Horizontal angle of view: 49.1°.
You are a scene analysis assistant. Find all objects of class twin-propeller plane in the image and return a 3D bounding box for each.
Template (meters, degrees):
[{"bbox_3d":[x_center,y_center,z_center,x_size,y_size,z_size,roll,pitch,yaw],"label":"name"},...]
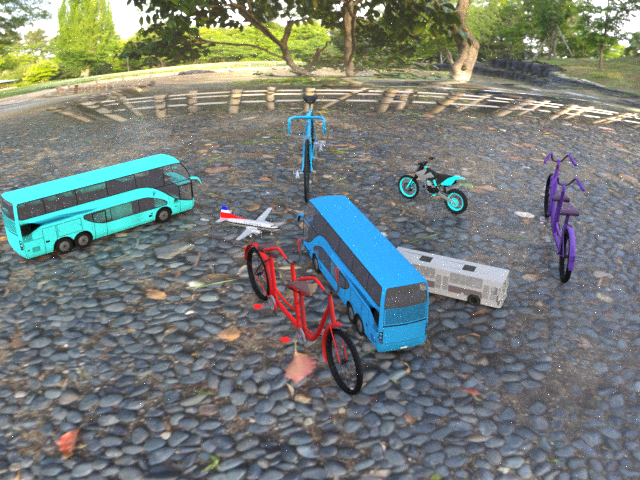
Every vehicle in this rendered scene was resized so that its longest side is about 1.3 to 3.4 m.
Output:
[{"bbox_3d":[-1.186,-0.324,11.787,1.095,0.407,1.370,9,27,17],"label":"twin-propeller plane"}]

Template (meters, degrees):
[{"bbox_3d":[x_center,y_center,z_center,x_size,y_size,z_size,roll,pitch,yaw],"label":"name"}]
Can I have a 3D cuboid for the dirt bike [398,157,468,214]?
[{"bbox_3d":[2.029,-1.008,12.672,1.493,0.857,0.527,21,33,37],"label":"dirt bike"}]

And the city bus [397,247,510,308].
[{"bbox_3d":[1.802,0.539,9.965,1.674,0.460,0.476,12,29,23],"label":"city bus"}]

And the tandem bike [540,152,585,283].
[{"bbox_3d":[3.801,-0.496,11.093,0.550,1.326,3.192,5,27,10],"label":"tandem bike"}]

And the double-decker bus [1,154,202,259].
[{"bbox_3d":[-3.551,-0.634,11.686,3.251,1.052,0.756,-21,33,-37],"label":"double-decker bus"}]

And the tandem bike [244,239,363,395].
[{"bbox_3d":[-0.303,0.663,8.729,0.550,1.326,3.192,-13,29,-25],"label":"tandem bike"}]

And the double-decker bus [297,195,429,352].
[{"bbox_3d":[0.510,0.315,9.749,0.756,1.052,3.251,-8,27,-17],"label":"double-decker bus"}]

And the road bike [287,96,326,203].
[{"bbox_3d":[-0.212,-1.889,13.562,0.697,1.656,3.004,1,26,2],"label":"road bike"}]
